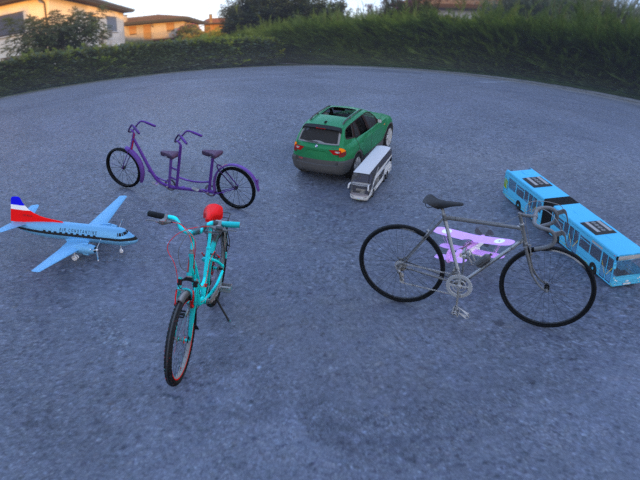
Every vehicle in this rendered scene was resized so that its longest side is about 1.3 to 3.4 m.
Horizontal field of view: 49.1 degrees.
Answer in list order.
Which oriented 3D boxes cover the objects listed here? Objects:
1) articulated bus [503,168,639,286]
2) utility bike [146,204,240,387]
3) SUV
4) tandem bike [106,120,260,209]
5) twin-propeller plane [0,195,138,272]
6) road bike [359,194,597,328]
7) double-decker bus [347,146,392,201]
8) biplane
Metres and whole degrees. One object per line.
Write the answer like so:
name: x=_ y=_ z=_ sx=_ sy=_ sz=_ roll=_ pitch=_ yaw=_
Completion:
articulated bus: x=3.909 y=-0.313 z=11.130 sx=0.605 sy=0.561 sz=3.401 roll=-6 pitch=28 yaw=-12
utility bike: x=-1.355 y=0.371 z=8.398 sx=1.039 sy=1.839 sz=2.791 roll=3 pitch=27 yaw=5
SUV: x=0.522 y=-2.163 z=14.113 sx=1.276 sy=1.128 sz=3.058 roll=11 pitch=29 yaw=21
tandem bike: x=-2.496 y=-1.345 z=12.302 sx=3.192 sy=1.326 sz=0.550 roll=11 pitch=29 yaw=21
twin-propeller plane: x=-3.788 y=-0.227 z=10.710 sx=2.129 sy=0.792 sz=2.663 roll=6 pitch=28 yaw=11
road bike: x=1.948 y=0.235 z=8.863 sx=3.004 sy=1.656 sz=0.697 roll=9 pitch=28 yaw=17
double-decker bus: x=0.954 y=-1.236 z=12.949 sx=0.389 sy=0.541 sz=1.672 roll=10 pitch=29 yaw=18
biplane: x=2.148 y=0.120 z=10.347 sx=1.336 sy=0.504 sz=1.090 roll=23 pitch=35 yaw=37
